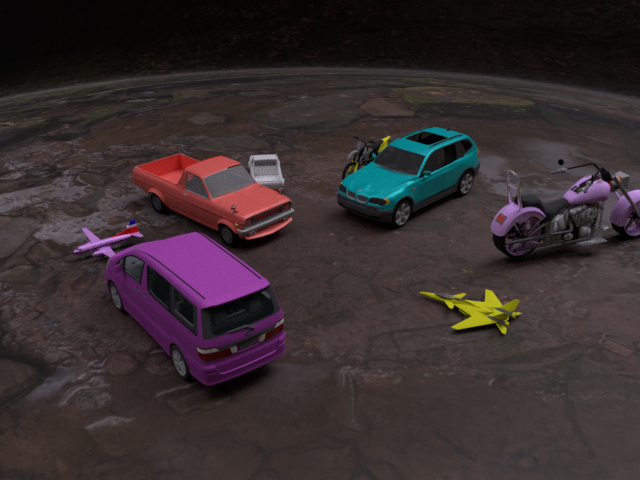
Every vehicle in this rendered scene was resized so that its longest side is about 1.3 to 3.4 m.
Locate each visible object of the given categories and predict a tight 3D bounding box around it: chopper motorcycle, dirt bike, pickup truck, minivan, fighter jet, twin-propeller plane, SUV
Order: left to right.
[{"bbox_3d":[-3.312,-0.001,10.831,1.095,0.407,1.370,-19,32,-33],"label":"twin-propeller plane"},{"bbox_3d":[-1.683,0.608,8.739,1.324,1.197,3.011,-19,32,-33],"label":"minivan"},{"bbox_3d":[-1.884,-0.869,11.907,3.117,0.993,1.244,23,34,38],"label":"pickup truck"},{"bbox_3d":[-1.038,-1.322,13.345,0.640,0.511,1.603,-3,27,-7],"label":"pickup truck"},{"bbox_3d":[0.939,-1.575,13.463,0.527,0.857,1.493,23,34,37],"label":"dirt bike"},{"bbox_3d":[1.638,-1.223,12.459,1.276,1.128,3.058,24,35,39],"label":"SUV"},{"bbox_3d":[1.942,0.820,9.330,1.358,0.286,1.147,17,31,30],"label":"fighter jet"},{"bbox_3d":[3.993,-0.540,10.709,3.040,1.480,0.906,-10,28,-19],"label":"chopper motorcycle"}]
